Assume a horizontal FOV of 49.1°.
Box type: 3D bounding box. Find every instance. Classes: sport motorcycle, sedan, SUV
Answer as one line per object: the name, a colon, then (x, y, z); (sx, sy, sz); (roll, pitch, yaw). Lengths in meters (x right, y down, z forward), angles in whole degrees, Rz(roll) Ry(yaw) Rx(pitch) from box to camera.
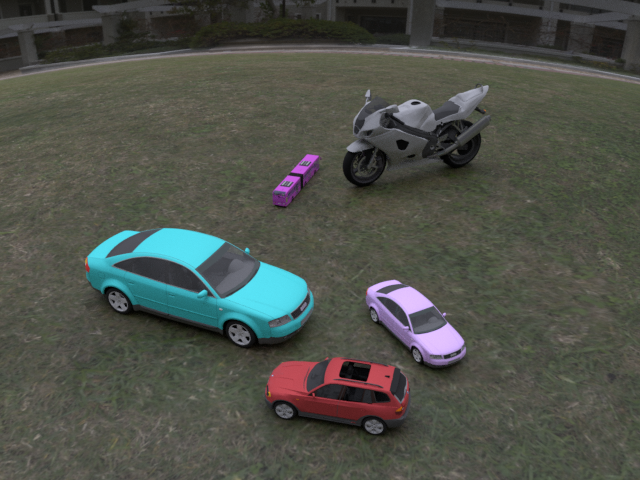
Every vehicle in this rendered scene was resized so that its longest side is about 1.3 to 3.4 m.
sport motorcycle: (1.745, -1.908, 12.627); (2.955, 1.596, 0.983); (-13, 32, -22)
sedan: (-1.589, 0.477, 9.110); (3.137, 0.940, 1.235); (12, 32, 20)
sedan: (1.171, 0.973, 8.701); (0.635, 0.483, 1.613); (-15, 33, -25)
SUV: (0.189, 1.590, 7.521); (1.572, 0.580, 0.656); (7, 30, 12)

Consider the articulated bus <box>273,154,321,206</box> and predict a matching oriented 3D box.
articulated bus: (-0.402, -1.086, 12.506); (0.311, 0.289, 1.749); (10, 31, 16)
